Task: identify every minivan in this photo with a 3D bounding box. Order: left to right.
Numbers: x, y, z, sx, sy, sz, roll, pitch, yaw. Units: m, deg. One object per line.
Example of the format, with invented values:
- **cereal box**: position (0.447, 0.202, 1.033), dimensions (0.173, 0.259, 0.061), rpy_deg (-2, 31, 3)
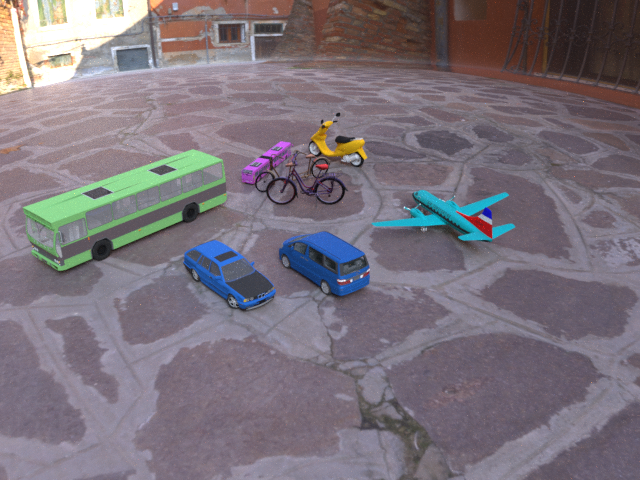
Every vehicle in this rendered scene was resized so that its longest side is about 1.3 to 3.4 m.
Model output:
- **minivan**: position (0.028, 0.244, 10.047), dimensions (0.681, 0.616, 1.548), rpy_deg (-20, 34, -33)

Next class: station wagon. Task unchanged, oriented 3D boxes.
- **station wagon**: position (-1.284, 0.442, 9.822), dimensions (0.682, 0.473, 1.597), rpy_deg (-22, 35, -35)

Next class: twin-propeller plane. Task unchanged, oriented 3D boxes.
- **twin-propeller plane**: position (2.093, -0.487, 11.246), dimensions (2.663, 0.792, 2.129), rpy_deg (-13, 30, -23)

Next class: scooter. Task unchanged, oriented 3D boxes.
- **scooter**: position (0.338, -1.998, 13.980), dimensions (1.399, 0.919, 0.662), rpy_deg (19, 33, 31)

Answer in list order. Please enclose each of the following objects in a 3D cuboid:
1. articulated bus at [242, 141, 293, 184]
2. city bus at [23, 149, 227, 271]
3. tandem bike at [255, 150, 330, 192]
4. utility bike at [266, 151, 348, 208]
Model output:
- **articulated bus**: position (-1.025, -1.538, 13.782), dimensions (0.311, 0.289, 1.749), rpy_deg (11, 30, 20)
- **city bus**: position (-2.980, -0.529, 11.215), dimensions (0.926, 0.894, 3.255), rpy_deg (22, 35, 35)
- **tandem bike**: position (-0.488, -1.339, 12.982), dimensions (1.642, 0.682, 0.283), rpy_deg (-17, 32, -29)
- **utility bike**: position (-0.223, -1.006, 12.066), dimensions (1.435, 0.946, 0.535), rpy_deg (0, 28, -1)
